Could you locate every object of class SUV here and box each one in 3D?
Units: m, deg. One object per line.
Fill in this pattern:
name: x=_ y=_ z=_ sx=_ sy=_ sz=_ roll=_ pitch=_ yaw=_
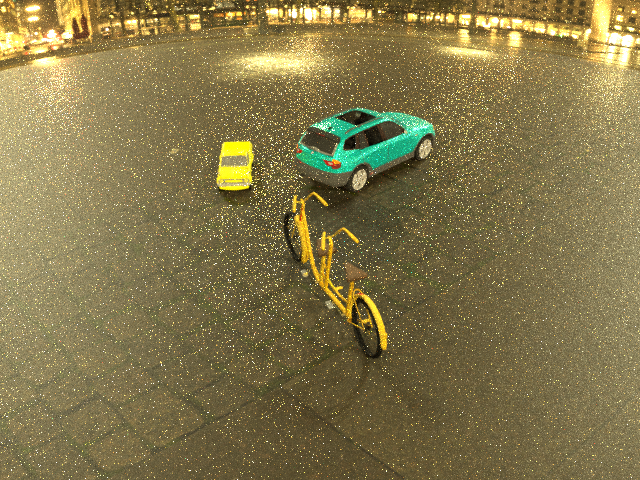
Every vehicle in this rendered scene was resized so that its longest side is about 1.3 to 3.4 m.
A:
SUV: x=0.902 y=-1.882 z=13.074 sx=3.058 sy=1.128 sz=1.276 roll=-28 pitch=41 yaw=-37

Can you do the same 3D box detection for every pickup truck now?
pickup truck: x=-1.560 y=-1.436 z=12.937 sx=0.640 sy=0.511 sz=1.603 roll=-2 pitch=32 yaw=-3

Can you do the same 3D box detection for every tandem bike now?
tandem bike: x=0.110 y=0.302 z=9.325 sx=0.550 sy=1.326 sz=3.192 roll=-13 pitch=34 yaw=-20
